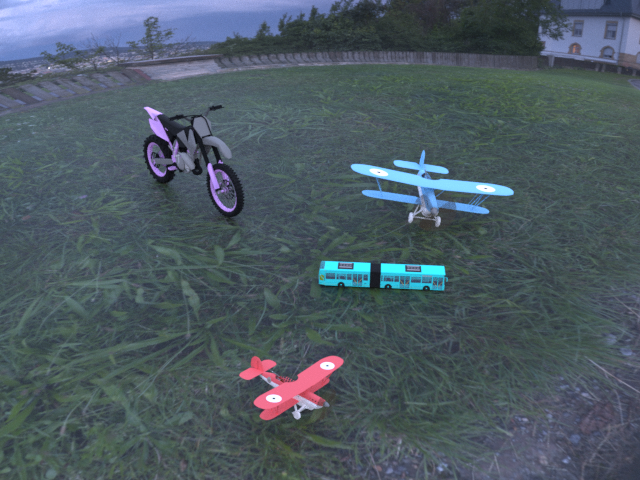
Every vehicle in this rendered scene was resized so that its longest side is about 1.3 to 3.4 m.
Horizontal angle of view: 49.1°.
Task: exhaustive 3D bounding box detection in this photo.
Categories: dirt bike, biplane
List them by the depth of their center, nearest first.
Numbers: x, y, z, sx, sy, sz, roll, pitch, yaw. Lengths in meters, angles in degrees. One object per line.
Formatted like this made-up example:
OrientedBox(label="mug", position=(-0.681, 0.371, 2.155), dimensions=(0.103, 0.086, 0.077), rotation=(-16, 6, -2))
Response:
OrientedBox(label="biplane", position=(-0.323, 1.550, 7.472), dimensions=(1.090, 0.504, 1.336), rotation=(20, 34, 33))
OrientedBox(label="biplane", position=(1.793, -0.861, 11.522), dimensions=(2.598, 0.981, 2.120), rotation=(0, 28, 1))
OrientedBox(label="dirt bike", position=(-2.234, -1.479, 11.958), dimensions=(1.024, 1.666, 2.903), rotation=(-24, 36, -37))

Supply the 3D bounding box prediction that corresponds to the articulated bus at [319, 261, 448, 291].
OrientedBox(label="articulated bus", position=(0.865, 0.496, 9.697), dimensions=(1.749, 0.289, 0.311), rotation=(2, 28, 4))
